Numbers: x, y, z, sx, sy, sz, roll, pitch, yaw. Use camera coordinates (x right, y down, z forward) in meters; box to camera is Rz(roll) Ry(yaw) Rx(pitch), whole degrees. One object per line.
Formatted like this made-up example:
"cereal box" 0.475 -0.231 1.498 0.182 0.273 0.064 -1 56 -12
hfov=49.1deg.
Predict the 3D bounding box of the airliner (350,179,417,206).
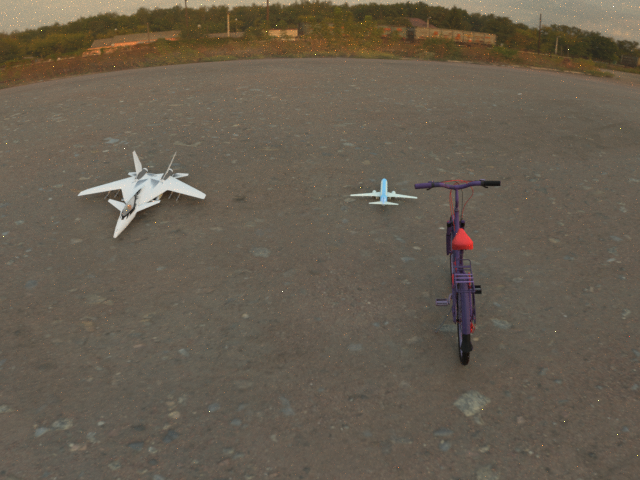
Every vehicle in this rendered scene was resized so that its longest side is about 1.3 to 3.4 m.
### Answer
"airliner" 1.126 -0.912 12.306 1.161 0.429 1.307 3 28 5

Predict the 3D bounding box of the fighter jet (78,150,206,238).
"fighter jet" -3.120 -0.806 11.972 2.229 0.557 2.640 2 28 3

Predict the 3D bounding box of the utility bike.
"utility bike" 1.648 0.225 8.685 1.039 1.839 2.791 3 28 5
